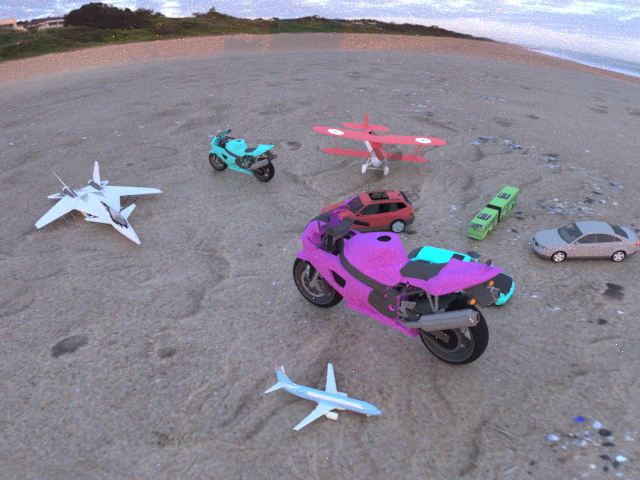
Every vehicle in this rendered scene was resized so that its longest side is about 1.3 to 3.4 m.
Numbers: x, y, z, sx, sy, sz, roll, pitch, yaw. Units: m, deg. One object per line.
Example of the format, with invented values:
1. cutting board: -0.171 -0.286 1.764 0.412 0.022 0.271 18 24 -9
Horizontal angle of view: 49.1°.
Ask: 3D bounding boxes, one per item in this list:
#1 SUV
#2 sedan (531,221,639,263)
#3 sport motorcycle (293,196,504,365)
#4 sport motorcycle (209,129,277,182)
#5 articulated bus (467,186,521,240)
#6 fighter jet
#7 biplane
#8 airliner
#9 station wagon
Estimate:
1. SUV: 0.782 -0.469 11.623 1.572 0.580 0.656 -5 30 -9
2. sedan: 4.121 -0.008 10.908 1.613 0.483 0.635 -1 30 -1
3. sport motorcycle: 0.837 0.515 8.858 2.955 1.596 0.983 20 35 31
4. sport motorcycle: -1.508 -1.601 13.375 1.520 0.821 0.506 15 33 24
5. articulated bus: 2.979 -0.481 11.939 0.311 0.289 1.749 18 34 28
6. fighter jet: -3.647 -0.598 11.873 2.229 0.557 2.640 -21 36 -32
7. biplane: 1.101 -1.902 13.743 2.598 0.981 2.120 -4 30 -7
8. airliner: 0.067 1.714 7.926 1.307 0.429 1.161 10 31 17
9. station wagon: 1.978 0.482 10.054 1.597 0.473 0.682 14 33 23
